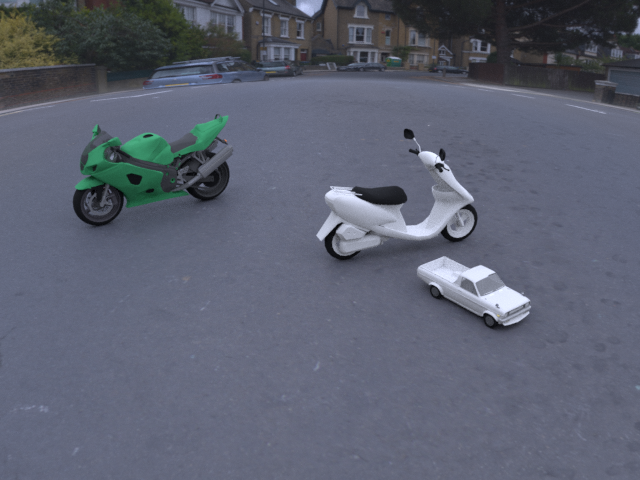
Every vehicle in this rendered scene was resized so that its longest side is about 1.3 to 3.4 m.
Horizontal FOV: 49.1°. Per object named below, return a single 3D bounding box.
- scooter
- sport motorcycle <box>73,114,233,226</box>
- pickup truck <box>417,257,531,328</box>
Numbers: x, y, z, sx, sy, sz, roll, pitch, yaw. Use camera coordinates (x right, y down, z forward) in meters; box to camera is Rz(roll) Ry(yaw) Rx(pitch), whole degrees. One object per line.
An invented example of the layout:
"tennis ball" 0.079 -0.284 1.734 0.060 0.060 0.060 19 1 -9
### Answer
"scooter" 1.256 -0.649 10.675 2.721 1.786 1.288 -9 27 -18
"sport motorcycle" -2.867 -1.249 12.175 2.955 1.596 0.983 -17 30 -32
"pickup truck" 2.054 0.626 9.463 0.640 0.511 1.603 -18 31 -33
